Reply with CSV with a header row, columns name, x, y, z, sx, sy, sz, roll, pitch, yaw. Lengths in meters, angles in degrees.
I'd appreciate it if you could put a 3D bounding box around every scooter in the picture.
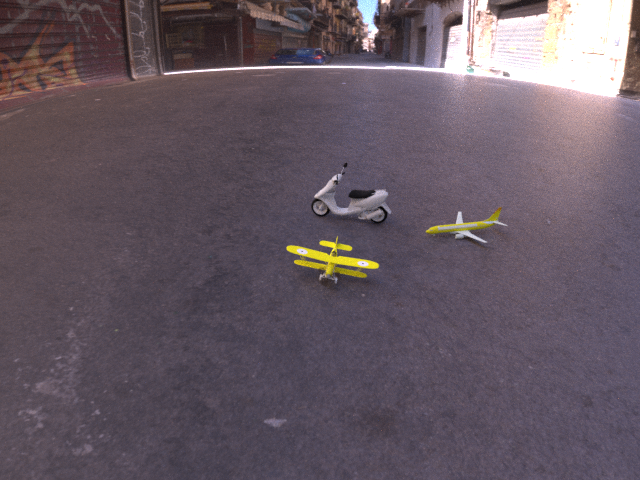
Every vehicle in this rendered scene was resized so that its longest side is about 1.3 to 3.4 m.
name,x,y,z,sx,sy,sz,roll,pitch,yaw
scooter,0.521,-0.762,11.863,1.399,0.919,0.662,7,28,14

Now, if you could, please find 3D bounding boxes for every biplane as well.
name,x,y,z,sx,sy,sz,roll,pitch,yaw
biplane,0.204,0.298,10.268,1.336,0.504,1.090,4,28,7

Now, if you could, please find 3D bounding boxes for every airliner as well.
name,x,y,z,sx,sy,sz,roll,pitch,yaw
airliner,2.372,-0.295,11.495,1.307,0.429,1.161,-5,28,-9
